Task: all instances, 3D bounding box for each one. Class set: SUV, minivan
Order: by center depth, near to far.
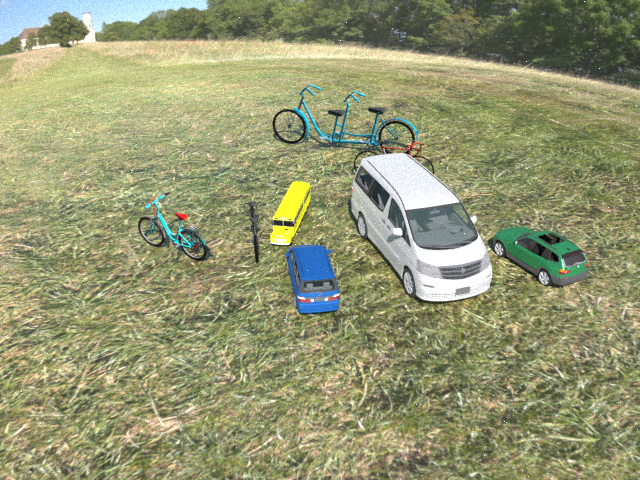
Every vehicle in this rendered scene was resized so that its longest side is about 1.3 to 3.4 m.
[{"bbox_3d":[-0.121,0.432,9.878,0.681,0.616,1.548,-4,29,-8],"label":"minivan"},{"bbox_3d":[3.273,0.144,10.449,0.656,0.580,1.572,-14,31,-24],"label":"SUV"},{"bbox_3d":[1.464,-0.266,10.560,1.324,1.197,3.011,-9,30,-16],"label":"minivan"}]

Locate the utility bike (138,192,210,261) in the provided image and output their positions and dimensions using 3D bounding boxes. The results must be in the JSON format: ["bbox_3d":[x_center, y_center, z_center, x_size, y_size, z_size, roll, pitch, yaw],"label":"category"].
[{"bbox_3d":[-2.293,-0.174,10.654,1.435,0.946,0.535,16,32,27],"label":"utility bike"}]

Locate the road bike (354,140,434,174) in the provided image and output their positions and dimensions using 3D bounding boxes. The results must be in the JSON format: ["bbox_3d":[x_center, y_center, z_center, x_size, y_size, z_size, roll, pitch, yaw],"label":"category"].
[{"bbox_3d":[1.386,-1.472,13.163,1.545,0.852,0.358,8,29,14],"label":"road bike"}]

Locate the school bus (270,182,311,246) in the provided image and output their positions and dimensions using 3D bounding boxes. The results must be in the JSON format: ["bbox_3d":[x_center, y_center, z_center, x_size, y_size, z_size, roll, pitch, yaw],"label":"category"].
[{"bbox_3d":[-0.484,-0.447,11.701,0.365,0.434,1.708,5,29,9],"label":"school bus"}]

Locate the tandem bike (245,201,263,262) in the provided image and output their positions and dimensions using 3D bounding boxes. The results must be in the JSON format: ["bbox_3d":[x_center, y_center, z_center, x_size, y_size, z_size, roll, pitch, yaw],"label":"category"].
[{"bbox_3d":[-1.049,-0.274,11.118,0.283,0.682,1.642,-4,29,-6],"label":"tandem bike"}]

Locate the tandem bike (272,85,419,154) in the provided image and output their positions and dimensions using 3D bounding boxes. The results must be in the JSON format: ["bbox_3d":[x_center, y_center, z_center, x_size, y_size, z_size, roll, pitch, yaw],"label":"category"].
[{"bbox_3d":[0.489,-2.486,14.545,3.192,1.326,0.550,9,30,16],"label":"tandem bike"}]
